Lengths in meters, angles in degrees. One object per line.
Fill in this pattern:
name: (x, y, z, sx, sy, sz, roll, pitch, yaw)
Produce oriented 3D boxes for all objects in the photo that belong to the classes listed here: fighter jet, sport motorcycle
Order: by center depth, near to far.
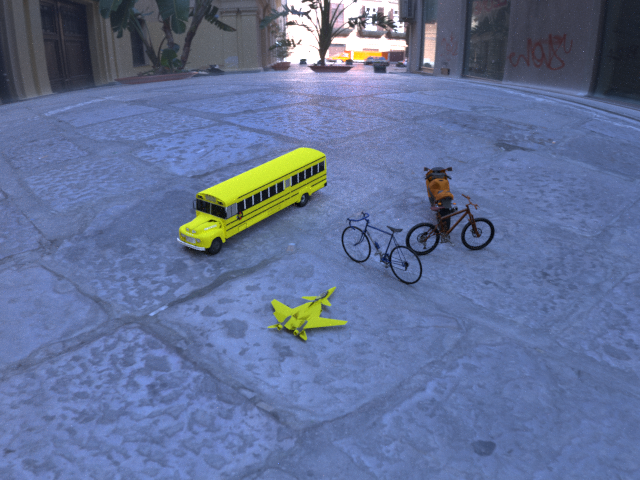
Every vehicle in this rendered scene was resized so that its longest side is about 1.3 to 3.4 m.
fighter jet: (-0.104, 0.857, 9.457, 1.147, 0.286, 1.358, 14, 30, 26)
sport motorcycle: (2.062, -0.730, 12.038, 0.506, 0.821, 1.520, 0, 27, 0)

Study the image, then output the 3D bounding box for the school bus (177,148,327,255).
school bus: (-1.093, -0.735, 12.022, 0.709, 0.844, 3.322, 18, 32, 31)

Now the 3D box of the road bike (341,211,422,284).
road bike: (0.892, 0.099, 10.342, 1.545, 0.852, 0.358, 23, 35, 38)

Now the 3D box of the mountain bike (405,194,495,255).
mountain bike: (2.048, -0.191, 10.906, 1.469, 0.868, 0.573, -5, 27, -10)
